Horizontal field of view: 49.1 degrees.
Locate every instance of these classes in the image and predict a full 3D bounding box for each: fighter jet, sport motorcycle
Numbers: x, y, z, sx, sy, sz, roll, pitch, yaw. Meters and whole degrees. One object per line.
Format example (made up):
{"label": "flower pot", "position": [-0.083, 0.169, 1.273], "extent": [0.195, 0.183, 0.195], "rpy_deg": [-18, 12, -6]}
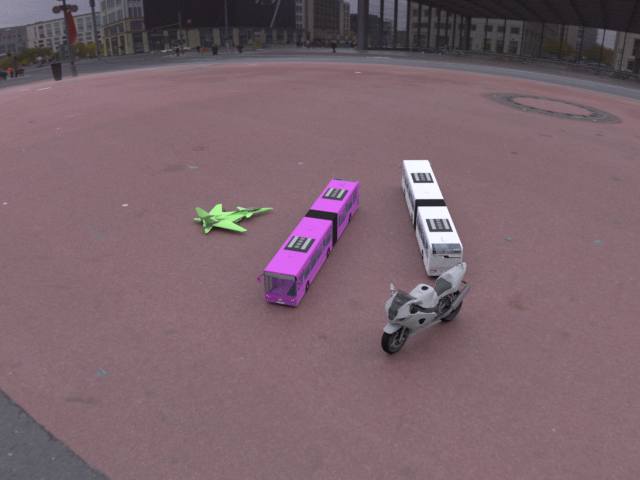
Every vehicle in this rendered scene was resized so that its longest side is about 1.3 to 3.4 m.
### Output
{"label": "fighter jet", "position": [-1.409, -0.473, 11.858], "extent": [1.358, 0.286, 1.147], "rpy_deg": [-14, 32, -25]}
{"label": "sport motorcycle", "position": [1.324, 0.853, 8.840], "extent": [1.520, 0.821, 0.506], "rpy_deg": [-23, 36, -36]}

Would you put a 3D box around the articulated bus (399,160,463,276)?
{"label": "articulated bus", "position": [1.788, -0.468, 11.560], "extent": [0.605, 0.561, 3.401], "rpy_deg": [0, 28, -1]}

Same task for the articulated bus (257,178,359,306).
{"label": "articulated bus", "position": [-0.051, -0.082, 10.845], "extent": [0.605, 0.561, 3.401], "rpy_deg": [9, 30, 15]}
